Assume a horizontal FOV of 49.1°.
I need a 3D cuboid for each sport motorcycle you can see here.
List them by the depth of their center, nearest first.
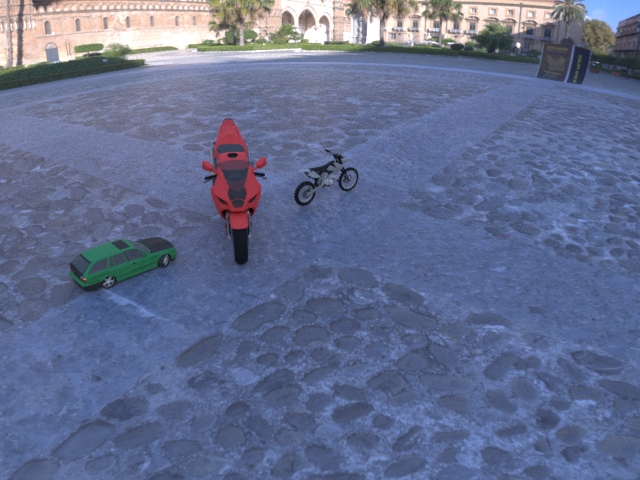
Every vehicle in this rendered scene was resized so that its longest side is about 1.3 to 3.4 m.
[{"bbox_3d":[-1.410,-0.869,11.542,0.983,1.596,2.955,-4,29,-8],"label":"sport motorcycle"}]

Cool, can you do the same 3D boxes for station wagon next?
[{"bbox_3d":[-2.964,0.262,10.621,1.597,0.473,0.682,-22,35,-35],"label":"station wagon"}]

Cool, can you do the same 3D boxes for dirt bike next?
[{"bbox_3d":[0.131,-1.169,12.883,1.493,0.857,0.527,-20,34,-33],"label":"dirt bike"}]
